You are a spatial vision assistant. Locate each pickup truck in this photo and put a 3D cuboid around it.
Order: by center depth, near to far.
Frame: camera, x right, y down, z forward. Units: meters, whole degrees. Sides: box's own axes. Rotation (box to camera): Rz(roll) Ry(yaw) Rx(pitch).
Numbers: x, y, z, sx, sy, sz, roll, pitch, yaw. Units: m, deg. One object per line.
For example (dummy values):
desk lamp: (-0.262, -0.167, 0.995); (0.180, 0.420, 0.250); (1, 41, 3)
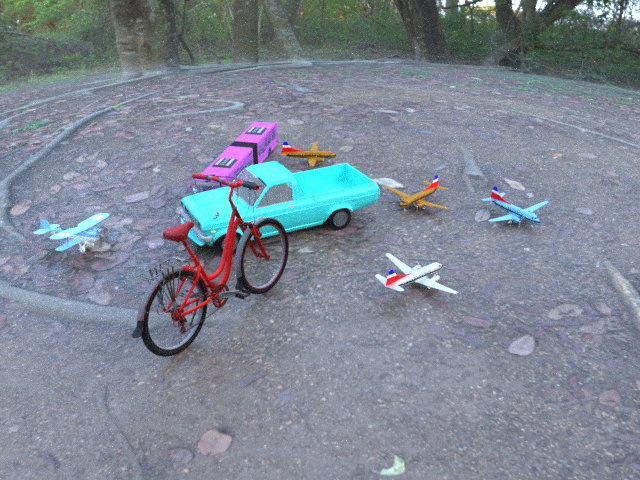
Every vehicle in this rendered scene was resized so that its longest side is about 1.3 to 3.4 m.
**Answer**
pickup truck: (-0.622, -0.673, 11.101); (3.117, 0.993, 1.244); (-13, 30, -24)

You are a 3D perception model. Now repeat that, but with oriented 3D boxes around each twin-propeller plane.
twin-propeller plane: (1.304, 0.447, 9.580); (1.095, 0.407, 1.370); (-19, 33, -32)
twin-propeller plane: (3.194, -0.537, 11.474); (1.370, 0.407, 1.095); (-17, 32, -29)
twin-propeller plane: (1.703, -0.794, 11.970); (1.370, 0.407, 1.095); (24, 36, 38)
twin-propeller plane: (-0.218, -1.733, 13.778); (1.095, 0.407, 1.370); (1, 27, 2)

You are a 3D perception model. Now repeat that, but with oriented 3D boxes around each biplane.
biplane: (-3.720, -0.109, 10.545); (1.090, 0.504, 1.336); (7, 28, 14)

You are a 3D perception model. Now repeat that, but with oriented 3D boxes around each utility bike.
utility bike: (-1.336, 0.171, 8.558); (1.039, 1.839, 2.791); (18, 32, 30)

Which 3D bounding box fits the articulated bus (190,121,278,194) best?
articulated bus: (-1.496, -1.490, 13.144); (0.605, 0.561, 3.401); (6, 28, 12)
